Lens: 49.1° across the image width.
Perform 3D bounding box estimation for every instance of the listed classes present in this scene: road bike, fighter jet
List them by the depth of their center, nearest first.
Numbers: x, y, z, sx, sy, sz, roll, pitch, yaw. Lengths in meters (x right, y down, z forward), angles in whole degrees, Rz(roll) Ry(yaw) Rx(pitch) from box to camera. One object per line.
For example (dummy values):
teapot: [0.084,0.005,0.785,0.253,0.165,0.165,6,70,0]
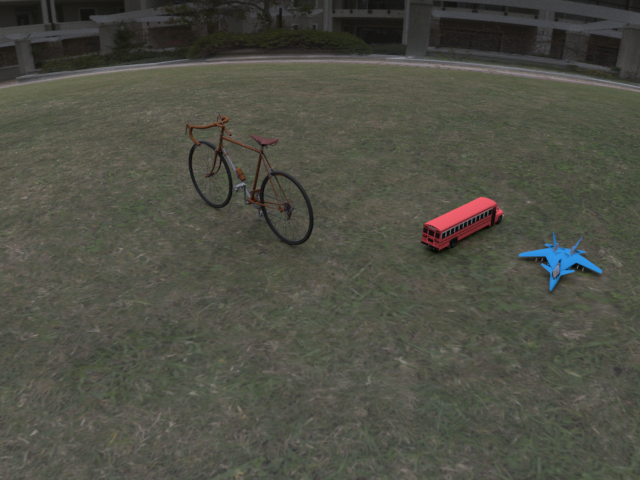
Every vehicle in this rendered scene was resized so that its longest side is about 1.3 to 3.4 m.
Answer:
fighter jet: [3.389,0.316,9.913,1.147,0.286,1.358,13,31,22]
road bike: [-1.166,-0.994,10.913,3.004,1.656,0.696,25,37,38]

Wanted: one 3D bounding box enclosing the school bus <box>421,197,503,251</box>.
school bus: [2.261,-0.285,10.883,1.708,0.434,0.365,-23,36,-37]
